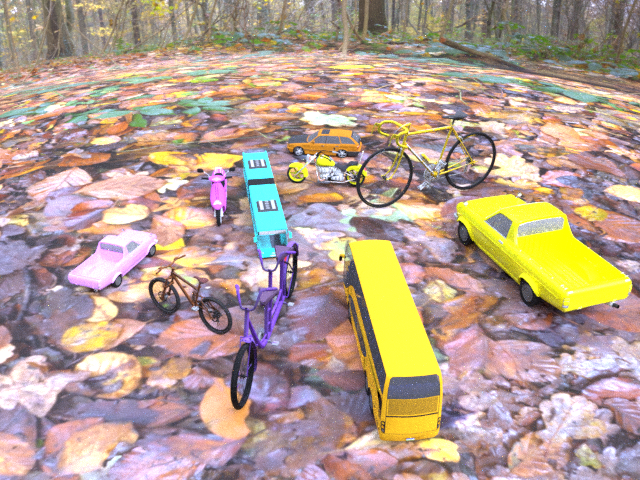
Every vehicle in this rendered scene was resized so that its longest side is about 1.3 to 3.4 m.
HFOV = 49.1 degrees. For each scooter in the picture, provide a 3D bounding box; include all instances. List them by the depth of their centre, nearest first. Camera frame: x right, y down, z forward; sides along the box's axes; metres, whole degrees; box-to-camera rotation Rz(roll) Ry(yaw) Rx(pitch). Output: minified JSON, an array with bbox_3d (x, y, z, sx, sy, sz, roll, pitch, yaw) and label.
[{"bbox_3d":[-1.811,-0.924,12.458,0.662,0.919,1.399,-3,29,-5],"label":"scooter"}]

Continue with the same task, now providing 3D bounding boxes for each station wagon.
[{"bbox_3d":[0.089,-2.113,15.044,1.597,0.473,0.682,4,29,7],"label":"station wagon"}]

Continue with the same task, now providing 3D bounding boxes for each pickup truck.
[{"bbox_3d":[3.255,0.047,10.643,1.244,0.993,3.117,-9,31,-16],"label":"pickup truck"},{"bbox_3d":[-3.157,0.250,10.774,0.640,0.511,1.603,10,31,17],"label":"pickup truck"}]

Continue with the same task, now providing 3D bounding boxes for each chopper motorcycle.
[{"bbox_3d":[0.132,-1.415,13.500,1.563,0.761,0.466,6,30,10],"label":"chopper motorcycle"}]

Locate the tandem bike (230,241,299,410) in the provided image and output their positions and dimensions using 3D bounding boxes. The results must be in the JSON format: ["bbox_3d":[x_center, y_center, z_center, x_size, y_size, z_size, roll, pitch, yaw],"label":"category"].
[{"bbox_3d":[-0.655,0.765,9.015,0.550,1.326,3.192,6,30,10],"label":"tandem bike"}]

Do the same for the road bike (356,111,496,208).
[{"bbox_3d":[2.003,-1.512,12.755,3.004,1.656,0.696,-13,32,-21],"label":"road bike"}]

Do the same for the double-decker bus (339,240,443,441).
[{"bbox_3d":[0.812,1.058,8.771,0.756,1.052,3.251,-3,29,-5],"label":"double-decker bus"}]

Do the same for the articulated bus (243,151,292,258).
[{"bbox_3d":[-1.018,-0.730,12.477,0.605,0.561,3.401,-5,30,-8],"label":"articulated bus"}]

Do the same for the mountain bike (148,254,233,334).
[{"bbox_3d":[-1.787,0.757,9.498,1.469,0.868,0.573,17,33,27],"label":"mountain bike"}]
